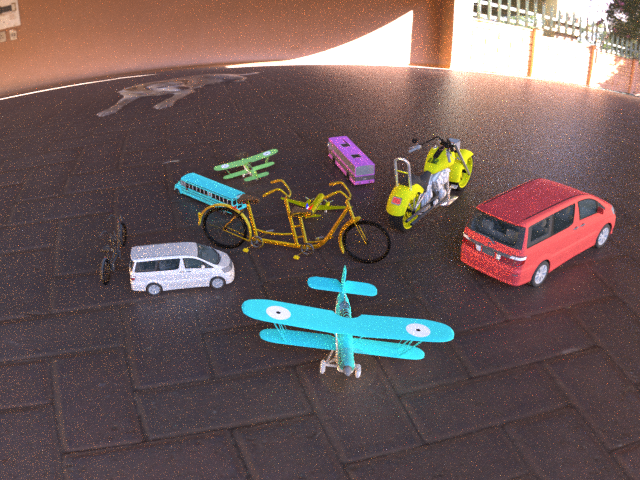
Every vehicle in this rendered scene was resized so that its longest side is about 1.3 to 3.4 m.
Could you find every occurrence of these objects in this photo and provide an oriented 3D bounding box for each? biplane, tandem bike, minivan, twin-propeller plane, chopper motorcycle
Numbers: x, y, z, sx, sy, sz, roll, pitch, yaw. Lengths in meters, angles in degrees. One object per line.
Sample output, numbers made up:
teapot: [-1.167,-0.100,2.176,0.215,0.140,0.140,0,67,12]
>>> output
biplane: [0.353,1.071,8.964,2.598,0.981,2.120,0,29,0]
tandem bike: [-3.272,0.084,11.068,0.283,0.682,1.642,-1,29,-2]
tandem bike: [-0.446,-0.323,11.139,3.192,1.326,0.550,6,29,11]
minivan: [-2.085,0.385,10.589,1.548,0.616,0.681,-5,29,-10]
twin-propeller plane: [-0.097,-0.667,12.718,1.370,0.407,1.095,8,30,15]
minivan: [3.599,-0.291,11.215,3.011,1.197,1.324,-23,36,-35]
chopper motorcycle: [2.081,-1.214,12.599,0.906,1.480,3.040,18,34,30]
biplane: [-1.419,-1.413,13.971,1.336,0.504,1.090,-11,31,-19]

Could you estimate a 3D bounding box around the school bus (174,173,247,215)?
school bus: [-2.088,-0.887,13.088,1.708,0.434,0.365,22,36,35]

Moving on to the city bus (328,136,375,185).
city bus: [0.626,-1.630,14.413,0.476,0.460,1.674,-9,30,-15]
